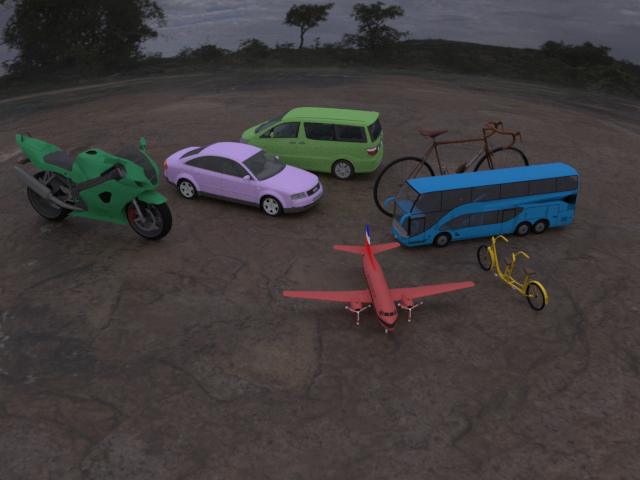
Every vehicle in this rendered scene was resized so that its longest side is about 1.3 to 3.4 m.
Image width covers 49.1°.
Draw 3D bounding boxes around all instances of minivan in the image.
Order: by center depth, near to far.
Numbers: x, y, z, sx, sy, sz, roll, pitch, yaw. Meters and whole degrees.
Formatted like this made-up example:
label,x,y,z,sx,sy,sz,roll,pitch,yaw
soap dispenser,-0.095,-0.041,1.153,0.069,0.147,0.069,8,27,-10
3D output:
label,x,y,z,sx,sy,sz,roll,pitch,yaw
minivan,-0.224,-2.072,14.399,3.011,1.197,1.324,7,28,13

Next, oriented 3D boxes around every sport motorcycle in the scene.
label,x,y,z,sx,sy,sz,roll,pitch,yaw
sport motorcycle,-3.784,-0.911,11.696,2.955,1.596,0.983,11,29,20

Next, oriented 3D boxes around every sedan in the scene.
label,x,y,z,sx,sy,sz,roll,pitch,yaw
sedan,-1.448,-1.245,13.068,3.137,0.940,1.235,12,30,23

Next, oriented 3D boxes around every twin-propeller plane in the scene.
label,x,y,z,sx,sy,sz,roll,pitch,yaw
twin-propeller plane,0.800,0.531,9.764,2.663,0.792,2.129,-3,27,-5

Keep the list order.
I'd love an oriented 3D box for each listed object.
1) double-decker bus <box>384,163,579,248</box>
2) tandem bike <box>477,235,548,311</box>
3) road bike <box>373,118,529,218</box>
label,x,y,z,sx,sy,sz,roll,pitch,yaw
double-decker bus,2.712,-0.585,11.656,3.251,1.052,0.756,-7,28,-14
tandem bike,2.760,0.413,10.114,0.283,0.682,1.642,-11,29,-20
road bike,2.361,-1.239,12.271,3.004,1.656,0.696,-7,28,-14
